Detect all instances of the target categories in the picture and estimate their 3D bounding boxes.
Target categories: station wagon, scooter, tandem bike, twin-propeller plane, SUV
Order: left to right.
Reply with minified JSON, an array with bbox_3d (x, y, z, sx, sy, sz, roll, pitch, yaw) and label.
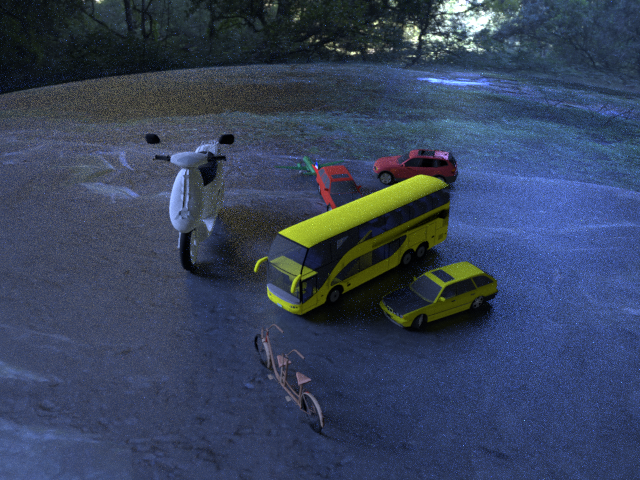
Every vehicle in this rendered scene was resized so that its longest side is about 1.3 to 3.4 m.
[{"bbox_3d":[-1.856,-0.861,10.659,1.288,1.786,2.721,1,27,1],"label":"scooter"},{"bbox_3d":[-0.363,1.394,7.467,0.283,0.682,1.642,-14,30,-25],"label":"tandem bike"},{"bbox_3d":[-0.169,-1.447,13.317,1.370,0.407,1.095,-7,28,-12],"label":"twin-propeller plane"},{"bbox_3d":[0.356,-0.879,12.135,0.682,0.473,1.597,-5,28,-10],"label":"station wagon"},{"bbox_3d":[1.770,-1.368,12.972,1.572,0.580,0.656,5,28,10],"label":"SUV"},{"bbox_3d":[1.550,0.672,9.107,1.597,0.473,0.682,-14,30,-26],"label":"station wagon"}]

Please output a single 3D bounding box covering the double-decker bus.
[{"bbox_3d":[0.587,0.018,9.748,3.251,1.052,0.756,-24,35,-38],"label":"double-decker bus"}]
